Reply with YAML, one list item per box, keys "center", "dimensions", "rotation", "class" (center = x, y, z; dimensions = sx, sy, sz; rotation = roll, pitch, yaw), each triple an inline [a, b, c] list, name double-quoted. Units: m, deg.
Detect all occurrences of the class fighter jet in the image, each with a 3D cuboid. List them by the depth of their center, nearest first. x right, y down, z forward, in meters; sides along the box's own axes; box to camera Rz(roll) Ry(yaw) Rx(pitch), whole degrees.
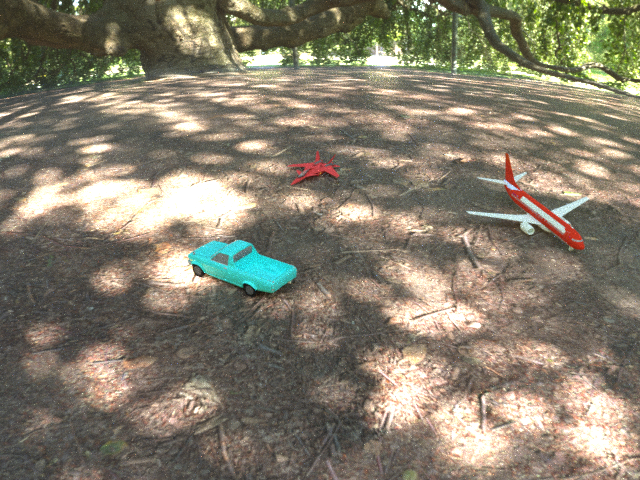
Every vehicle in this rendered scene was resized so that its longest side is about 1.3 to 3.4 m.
- center: [-0.196, -1.358, 13.449]
  dimensions: [1.147, 0.286, 1.358]
  rotation: [15, 30, 27]
  class: "fighter jet"

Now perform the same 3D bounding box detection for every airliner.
- center: [3.573, -0.630, 11.376]
  dimensions: [2.257, 0.835, 2.541]
  rotation: [-7, 27, -14]
  class: "airliner"

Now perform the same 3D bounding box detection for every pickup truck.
- center: [-1.110, 0.332, 9.813]
  dimensions: [1.603, 0.511, 0.640]
  rotation: [17, 31, 30]
  class: "pickup truck"
